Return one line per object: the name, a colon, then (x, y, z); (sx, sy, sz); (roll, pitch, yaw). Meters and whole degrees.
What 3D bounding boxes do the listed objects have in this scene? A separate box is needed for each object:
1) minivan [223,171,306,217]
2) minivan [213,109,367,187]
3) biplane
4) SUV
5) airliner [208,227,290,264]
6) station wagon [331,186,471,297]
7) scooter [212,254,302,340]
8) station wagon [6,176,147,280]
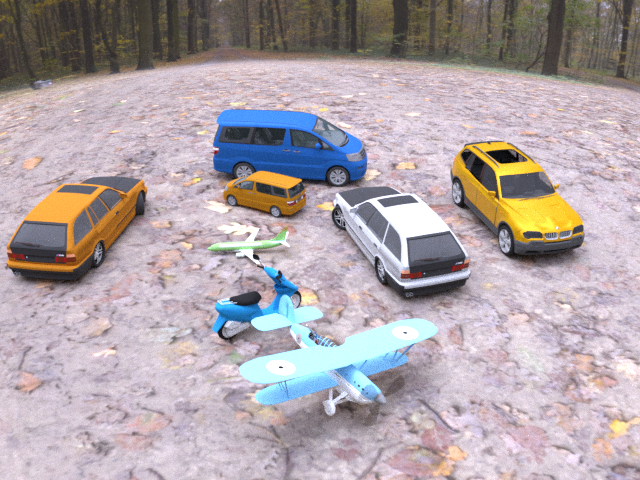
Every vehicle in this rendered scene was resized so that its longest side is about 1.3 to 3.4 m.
minivan: (-1.020, -0.888, 12.587); (1.548, 0.616, 0.681); (15, 32, 26)
minivan: (-0.569, -1.856, 13.772); (3.011, 1.197, 1.324); (3, 28, 5)
biplane: (0.114, 1.314, 8.114); (2.598, 0.981, 2.120); (-18, 33, -30)
SUV: (3.262, -0.792, 11.869); (1.276, 1.128, 3.058); (-7, 29, -12)
airliner: (-1.137, 0.007, 11.123); (1.307, 0.429, 1.161); (-2, 28, -4)
station wagon: (1.179, -0.240, 11.063); (1.327, 0.920, 3.105); (-9, 30, -16)
scooter: (-0.811, 0.748, 9.231); (1.399, 0.919, 0.662); (-21, 35, -33)
station wagon: (-3.854, -0.446, 11.446); (1.327, 0.920, 3.105); (4, 29, 7)
